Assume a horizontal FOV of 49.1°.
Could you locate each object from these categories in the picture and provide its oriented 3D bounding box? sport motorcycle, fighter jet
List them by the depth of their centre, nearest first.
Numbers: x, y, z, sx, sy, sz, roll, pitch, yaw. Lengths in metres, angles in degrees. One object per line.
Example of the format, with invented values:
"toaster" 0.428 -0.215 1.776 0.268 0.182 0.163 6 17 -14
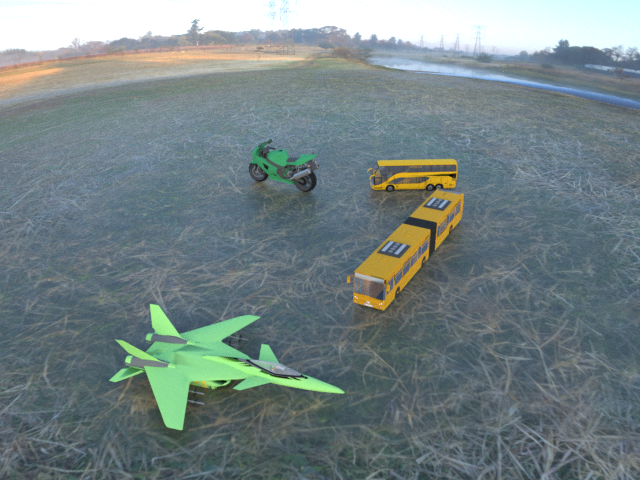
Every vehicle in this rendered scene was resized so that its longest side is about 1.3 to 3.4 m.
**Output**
"fighter jet" -0.988 1.373 8.067 2.640 0.557 2.229 8 28 15
"sport motorcycle" -0.713 -1.397 13.260 1.520 0.821 0.506 14 30 25

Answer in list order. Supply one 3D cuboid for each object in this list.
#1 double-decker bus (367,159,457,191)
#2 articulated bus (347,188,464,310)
"double-decker bus" 1.746 -1.231 13.243 1.672 0.541 0.389 -1 27 -3
"articulated bus" 1.432 0.039 10.705 0.605 0.561 3.401 14 30 25
